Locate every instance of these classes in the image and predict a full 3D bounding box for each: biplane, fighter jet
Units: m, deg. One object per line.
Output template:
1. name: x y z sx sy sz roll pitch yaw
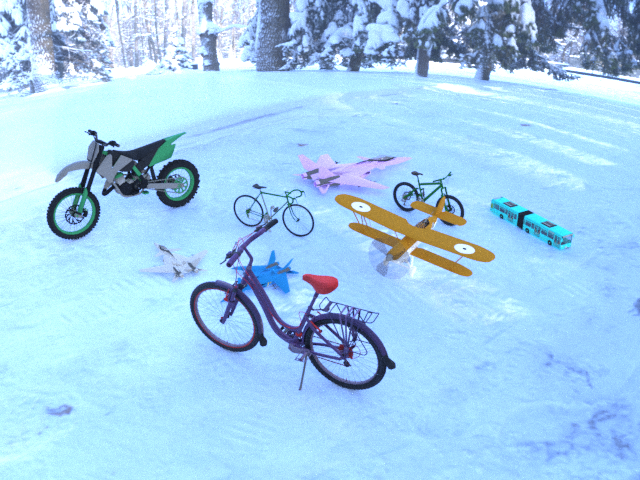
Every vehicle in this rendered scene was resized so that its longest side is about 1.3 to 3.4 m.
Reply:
1. biplane: 1.539 -0.080 10.854 2.598 0.981 2.120 15 31 28
2. fighter jet: -0.971 0.568 10.348 1.147 0.286 1.358 21 34 35
3. fighter jet: -2.348 0.218 11.034 1.147 0.286 1.358 -18 32 -31
4. fighter jet: 0.851 -1.582 14.256 2.640 0.557 2.229 -16 31 -28

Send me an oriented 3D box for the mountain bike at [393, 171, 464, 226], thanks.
1. mountain bike: 1.907 -0.786 12.359 1.469 0.868 0.573 21 34 35

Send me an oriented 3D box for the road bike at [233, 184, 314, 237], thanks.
1. road bike: -0.802 -0.529 11.873 1.545 0.852 0.358 11 29 21

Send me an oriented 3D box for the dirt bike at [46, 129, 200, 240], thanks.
1. dirt bike: -3.329 -1.063 12.023 2.903 1.666 1.024 -22 35 -37

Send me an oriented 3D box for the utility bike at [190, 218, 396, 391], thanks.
1. utility bike: -0.451 0.838 8.116 2.791 1.839 1.039 13 30 24

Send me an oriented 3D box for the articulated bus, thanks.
1. articulated bus: 3.615 -0.311 12.066 0.311 0.289 1.749 -14 30 -25
